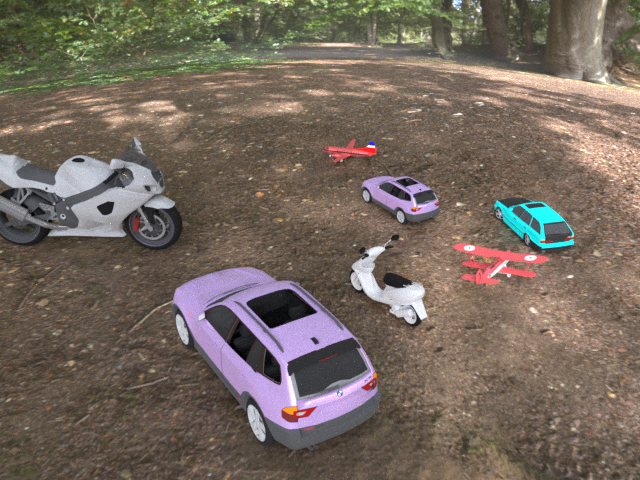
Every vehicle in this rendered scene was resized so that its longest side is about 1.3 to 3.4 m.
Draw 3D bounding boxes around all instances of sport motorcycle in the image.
[{"bbox_3d":[-3.507,-0.616,10.248,2.955,1.596,0.983,2,28,4],"label":"sport motorcycle"}]

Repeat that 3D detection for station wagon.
[{"bbox_3d":[3.313,-0.343,10.937,0.682,0.473,1.597,-7,28,-12],"label":"station wagon"}]

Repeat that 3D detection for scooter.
[{"bbox_3d":[0.845,0.480,8.888,0.662,0.919,1.399,-20,34,-33],"label":"scooter"}]

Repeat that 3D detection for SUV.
[{"bbox_3d":[1.318,-0.772,11.642,0.656,0.580,1.572,-16,32,-28],"label":"SUV"},{"bbox_3d":[-0.591,1.013,7.646,1.276,1.128,3.058,-16,32,-28],"label":"SUV"}]

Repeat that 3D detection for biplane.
[{"bbox_3d":[2.357,0.362,9.560,1.336,0.504,1.090,19,33,32],"label":"biplane"}]

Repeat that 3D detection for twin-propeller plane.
[{"bbox_3d":[0.573,-1.783,13.757,1.095,0.407,1.370,9,29,17],"label":"twin-propeller plane"}]
